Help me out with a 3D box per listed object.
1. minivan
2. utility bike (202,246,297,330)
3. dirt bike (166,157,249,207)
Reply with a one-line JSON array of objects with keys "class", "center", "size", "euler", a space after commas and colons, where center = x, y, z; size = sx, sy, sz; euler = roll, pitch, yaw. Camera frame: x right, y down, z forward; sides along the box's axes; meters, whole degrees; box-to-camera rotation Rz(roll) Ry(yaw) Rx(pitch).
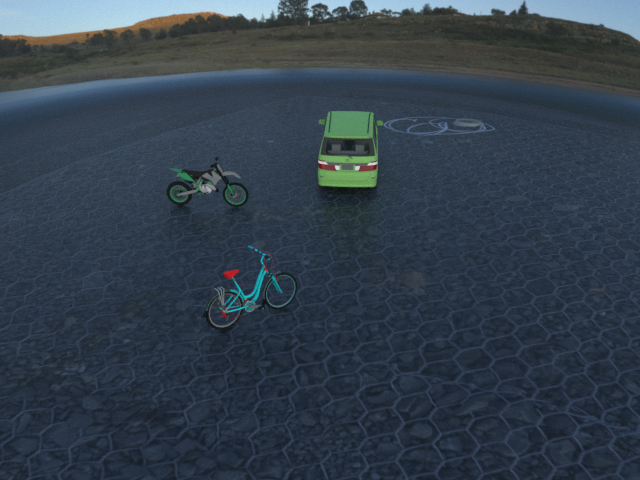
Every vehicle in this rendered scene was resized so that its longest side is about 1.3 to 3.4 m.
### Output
[{"class": "minivan", "center": [0.597, -1.964, 14.046], "size": [1.324, 1.197, 3.011], "euler": [2, 26, 3]}, {"class": "utility bike", "center": [-0.932, 0.597, 9.139], "size": [1.435, 0.946, 0.535], "euler": [-17, 31, -31]}, {"class": "dirt bike", "center": [-2.017, -1.000, 12.476], "size": [1.493, 0.857, 0.527], "euler": [2, 26, 4]}]
